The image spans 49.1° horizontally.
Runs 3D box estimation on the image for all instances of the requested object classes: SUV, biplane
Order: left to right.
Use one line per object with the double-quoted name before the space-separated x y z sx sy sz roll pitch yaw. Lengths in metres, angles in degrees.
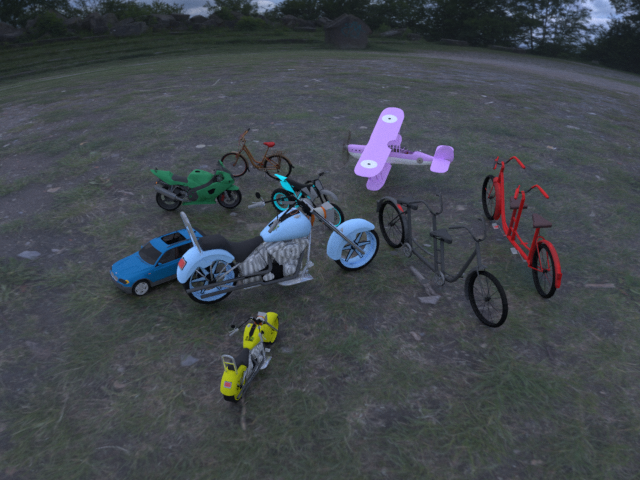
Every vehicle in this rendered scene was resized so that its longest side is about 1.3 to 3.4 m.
"SUV" -2.290 0.270 10.257 1.572 0.580 0.656 -20 35 -32
"biplane" 1.436 -1.583 13.152 2.120 0.981 2.598 8 30 15

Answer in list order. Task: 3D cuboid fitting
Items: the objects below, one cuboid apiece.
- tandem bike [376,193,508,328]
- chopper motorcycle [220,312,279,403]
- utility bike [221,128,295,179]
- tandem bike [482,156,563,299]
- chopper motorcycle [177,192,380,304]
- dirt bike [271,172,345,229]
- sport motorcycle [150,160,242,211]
"tandem bike" 1.648 0.010 9.959 0.550 1.326 3.192 -14 32 -23
"chopper motorcycle" -0.805 1.247 8.330 0.466 0.761 1.563 8 30 14
"utility bike" -1.195 -1.554 13.135 1.435 0.946 0.535 4 30 7
"tandem bike" 3.007 -0.360 10.619 0.550 1.326 3.192 -3 29 -5
"chopper motorcycle" -0.521 0.011 9.800 3.040 1.480 0.906 -13 32 -22
"dirt bike" -0.222 -0.700 11.704 1.493 0.857 0.527 18 34 29
"sport motorcycle" -2.124 -0.903 12.102 1.520 0.821 0.506 -2 29 -3
